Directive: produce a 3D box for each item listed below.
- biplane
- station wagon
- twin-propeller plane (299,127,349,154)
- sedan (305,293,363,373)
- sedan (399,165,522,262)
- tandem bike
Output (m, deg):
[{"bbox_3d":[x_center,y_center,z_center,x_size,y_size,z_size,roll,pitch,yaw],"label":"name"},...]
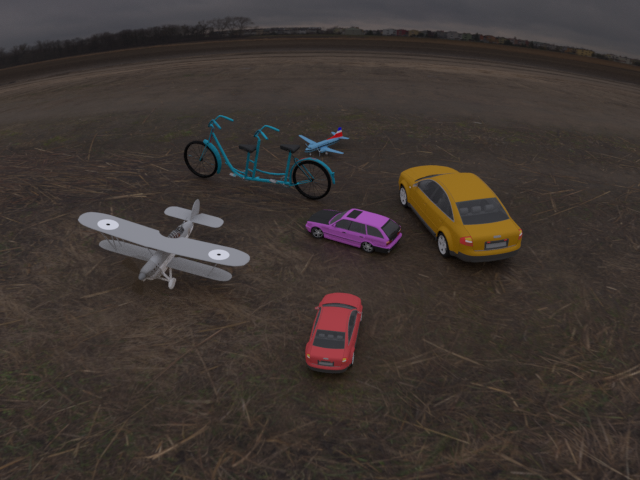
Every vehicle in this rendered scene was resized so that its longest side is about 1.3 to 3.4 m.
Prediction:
[{"bbox_3d":[-2.198,0.064,10.580,2.598,0.981,2.120,7,31,12],"label":"biplane"},{"bbox_3d":[0.539,-0.234,11.604,1.597,0.473,0.682,16,33,25],"label":"station wagon"},{"bbox_3d":[0.086,-2.091,14.886,1.095,0.407,1.370,-24,38,-36],"label":"twin-propeller plane"},{"bbox_3d":[0.205,1.130,9.232,0.635,0.483,1.613,5,30,9],"label":"sedan"},{"bbox_3d":[2.279,-0.651,11.860,1.235,0.940,3.137,-8,31,-13],"label":"sedan"},{"bbox_3d":[-1.200,-1.553,13.035,3.192,1.326,0.550,12,32,20],"label":"tandem bike"}]
